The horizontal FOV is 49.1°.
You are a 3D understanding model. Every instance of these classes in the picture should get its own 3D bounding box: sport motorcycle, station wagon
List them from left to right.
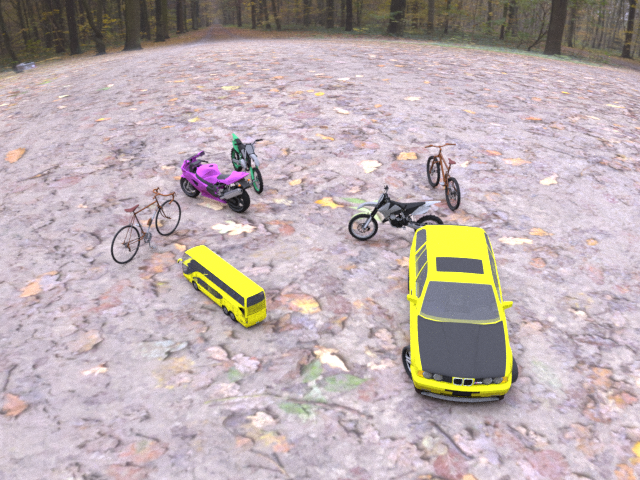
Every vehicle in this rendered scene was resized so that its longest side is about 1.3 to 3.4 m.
[{"bbox_3d":[-1.798,-0.971,11.869,1.520,0.821,0.506,18,35,27],"label":"sport motorcycle"},{"bbox_3d":[1.731,0.734,8.902,1.327,0.920,3.105,3,31,6],"label":"station wagon"}]

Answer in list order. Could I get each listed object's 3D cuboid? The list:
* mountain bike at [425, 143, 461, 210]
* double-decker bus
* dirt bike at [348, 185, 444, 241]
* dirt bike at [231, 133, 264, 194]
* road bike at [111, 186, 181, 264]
[{"bbox_3d":[2.139,-1.142,12.110,0.573,0.868,1.469,-7,31,-11],"label":"mountain bike"},{"bbox_3d":[-1.343,0.587,9.521,0.389,0.541,1.672,-23,38,-34],"label":"double-decker bus"},{"bbox_3d":[1.184,-0.353,10.794,1.493,0.857,0.527,1,31,1],"label":"dirt bike"},{"bbox_3d":[-1.328,-1.446,12.634,0.527,0.857,1.493,-14,33,-22],"label":"dirt bike"},{"bbox_3d":[-2.629,-0.250,10.626,0.358,0.852,1.545,16,34,25],"label":"road bike"}]
